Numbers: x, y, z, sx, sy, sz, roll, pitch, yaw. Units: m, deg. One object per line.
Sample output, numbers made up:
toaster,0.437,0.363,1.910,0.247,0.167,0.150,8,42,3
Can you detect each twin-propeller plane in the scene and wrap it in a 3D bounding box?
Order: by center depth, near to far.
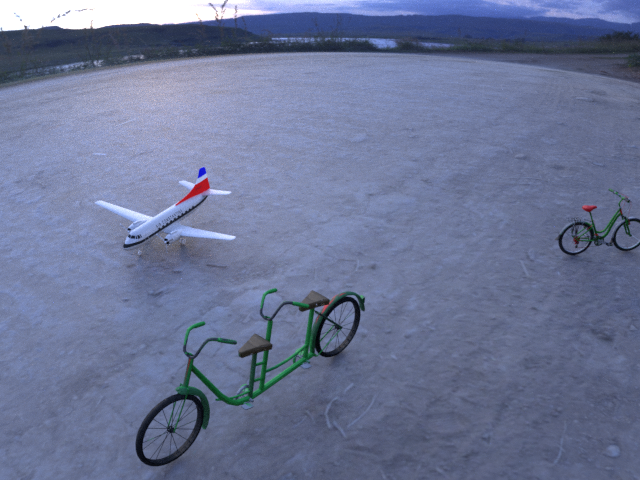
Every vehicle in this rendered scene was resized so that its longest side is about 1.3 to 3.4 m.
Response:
twin-propeller plane,-2.330,-0.448,10.844,2.663,0.792,2.129,14,32,24

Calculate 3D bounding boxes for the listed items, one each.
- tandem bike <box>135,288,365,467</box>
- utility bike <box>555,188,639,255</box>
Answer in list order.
tandem bike,-0.582,1.170,7.343,0.550,1.326,3.192,25,37,38
utility bike,4.161,-0.254,10.330,1.435,0.946,0.535,-4,29,-7
